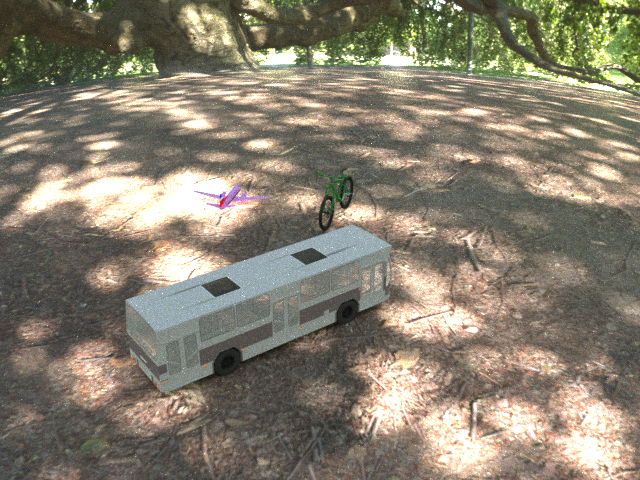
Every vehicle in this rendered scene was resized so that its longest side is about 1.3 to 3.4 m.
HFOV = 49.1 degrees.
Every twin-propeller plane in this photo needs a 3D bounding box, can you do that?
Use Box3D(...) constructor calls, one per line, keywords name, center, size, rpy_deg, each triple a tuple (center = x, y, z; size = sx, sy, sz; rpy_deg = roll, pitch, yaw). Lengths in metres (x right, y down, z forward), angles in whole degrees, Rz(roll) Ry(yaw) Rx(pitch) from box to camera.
Box3D(name="twin-propeller plane", center=(-1.548, -0.778, 11.999), size=(1.370, 0.407, 1.095), rpy_deg=(5, 27, 10))

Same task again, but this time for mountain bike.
Box3D(name="mountain bike", center=(0.276, -0.755, 11.436), size=(0.573, 0.868, 1.469), rpy_deg=(10, 28, 20))

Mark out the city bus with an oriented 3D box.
Box3D(name="city bus", center=(-0.608, 0.754, 8.372), size=(3.255, 0.894, 0.926), rpy_deg=(-19, 32, -33))
